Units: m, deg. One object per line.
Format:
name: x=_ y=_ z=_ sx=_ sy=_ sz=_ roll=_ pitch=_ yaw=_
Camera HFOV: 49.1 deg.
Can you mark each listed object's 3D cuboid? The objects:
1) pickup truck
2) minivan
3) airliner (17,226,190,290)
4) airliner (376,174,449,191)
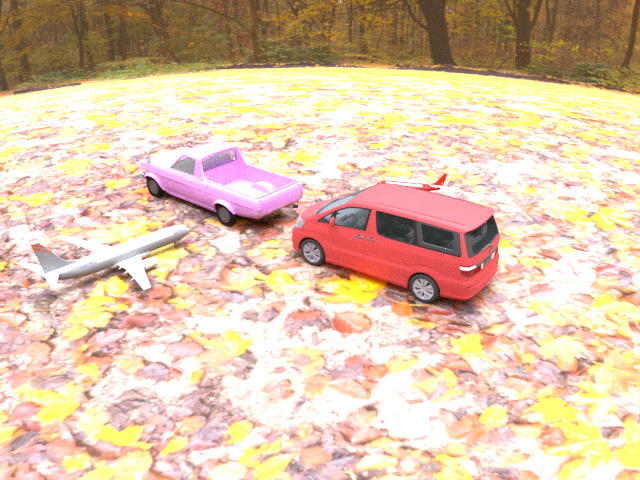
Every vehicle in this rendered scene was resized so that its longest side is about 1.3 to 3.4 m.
pickup truck: x=-1.778 y=-1.095 z=12.146 sx=3.117 sy=0.993 sz=1.244 roll=21 pitch=33 yaw=35
minivan: x=0.997 y=-0.115 z=9.958 sx=3.011 sy=1.197 sz=1.324 roll=17 pitch=31 yaw=31
airliner: x=-2.910 y=0.039 z=10.055 sx=2.257 sy=0.835 sz=2.541 roll=23 pitch=34 yaw=38
airliner: x=1.665 y=-1.064 z=12.714 sx=1.307 sy=0.429 sz=1.161 roll=7 pitch=27 yaw=14
